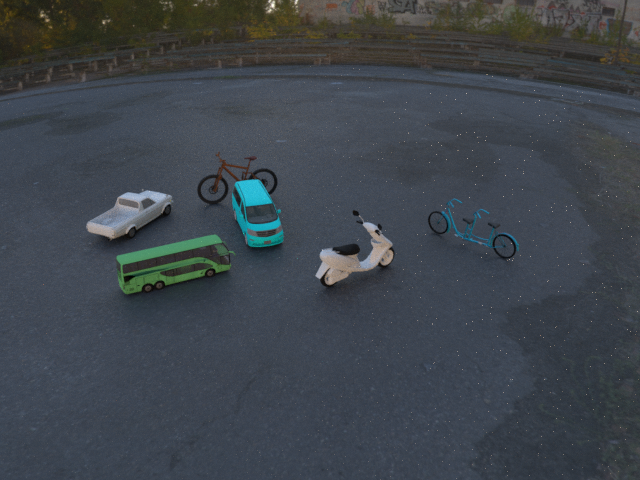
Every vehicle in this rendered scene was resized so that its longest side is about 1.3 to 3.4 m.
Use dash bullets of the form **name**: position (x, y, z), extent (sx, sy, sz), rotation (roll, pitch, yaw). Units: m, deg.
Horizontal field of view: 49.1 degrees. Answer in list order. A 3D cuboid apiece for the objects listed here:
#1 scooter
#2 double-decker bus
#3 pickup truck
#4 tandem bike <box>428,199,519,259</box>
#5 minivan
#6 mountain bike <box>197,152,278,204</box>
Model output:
- **scooter**: position (0.540, 0.130, 10.068), extent (1.399, 0.919, 0.662), rotation (-17, 32, -30)
- **double-decker bus**: position (-2.064, 0.333, 10.085), extent (1.672, 0.541, 0.389), rotation (-13, 30, -24)
- **pickup truck**: position (-3.142, -0.476, 11.683), extent (0.640, 0.511, 1.603), rotation (12, 30, 23)
- **tandem bike**: position (2.385, -0.210, 10.982), extent (1.642, 0.682, 0.283), rotation (23, 35, 37)
- **minivan**: position (-1.042, -0.447, 11.513), extent (0.681, 0.616, 1.548), rotation (-8, 28, -15)
- **mountain bike**: position (-1.473, -1.106, 12.512), extent (1.469, 0.868, 0.573), rotation (-9, 29, -17)
